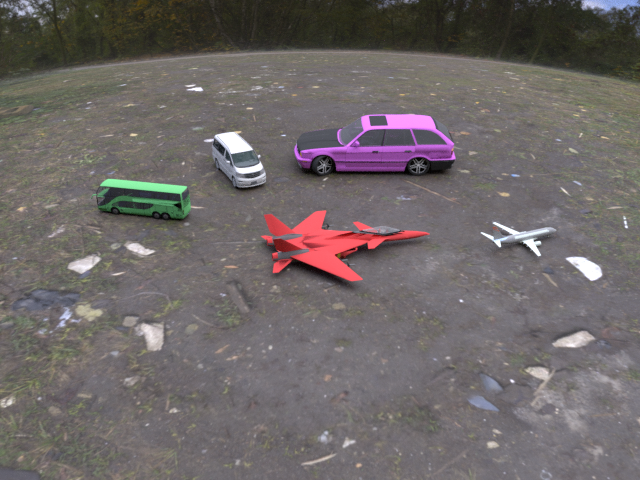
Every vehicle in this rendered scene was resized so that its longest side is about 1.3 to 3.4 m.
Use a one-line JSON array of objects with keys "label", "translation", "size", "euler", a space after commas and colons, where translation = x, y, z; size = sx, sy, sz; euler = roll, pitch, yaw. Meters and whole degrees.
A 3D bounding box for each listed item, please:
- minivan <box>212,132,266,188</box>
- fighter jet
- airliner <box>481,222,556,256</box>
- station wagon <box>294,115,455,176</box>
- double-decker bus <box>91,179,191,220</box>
[{"label": "minivan", "translation": [-1.554, -1.525, 13.314], "size": [0.681, 0.616, 1.548], "euler": [-14, 32, -23]}, {"label": "fighter jet", "translation": [0.467, -0.101, 10.841], "size": [2.640, 0.557, 2.229], "euler": [-7, 30, -11]}, {"label": "airliner", "translation": [3.220, -0.135, 11.032], "size": [1.307, 0.429, 1.161], "euler": [-12, 32, -20]}, {"label": "station wagon", "translation": [1.049, -1.910, 13.687], "size": [3.105, 0.920, 1.327], "euler": [0, 29, 0]}, {"label": "double-decker bus", "translation": [-3.038, -0.699, 11.922], "size": [1.672, 0.541, 0.389], "euler": [6, 30, 11]}]
